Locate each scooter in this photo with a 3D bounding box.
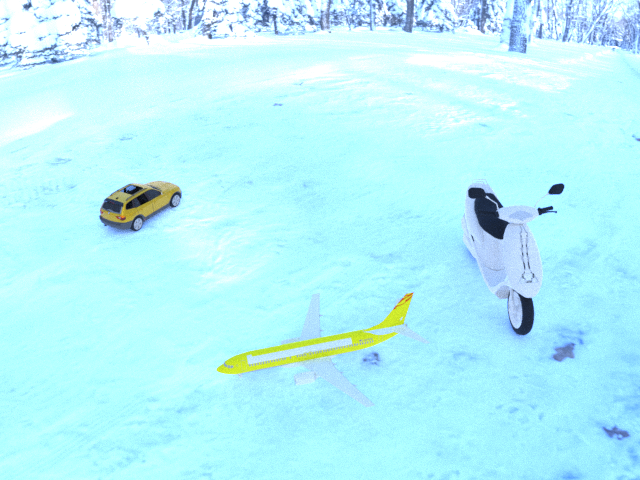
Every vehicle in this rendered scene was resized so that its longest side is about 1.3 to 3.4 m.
[{"bbox_3d":[2.514,-0.092,9.746,1.288,1.786,2.721,-3,31,-5],"label":"scooter"}]

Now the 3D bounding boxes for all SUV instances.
[{"bbox_3d":[-3.040,-0.684,11.927,0.656,0.580,1.572,16,34,25],"label":"SUV"}]

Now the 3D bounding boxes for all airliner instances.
[{"bbox_3d":[-0.021,1.174,8.544,2.541,0.835,2.257,-8,32,-14],"label":"airliner"}]
